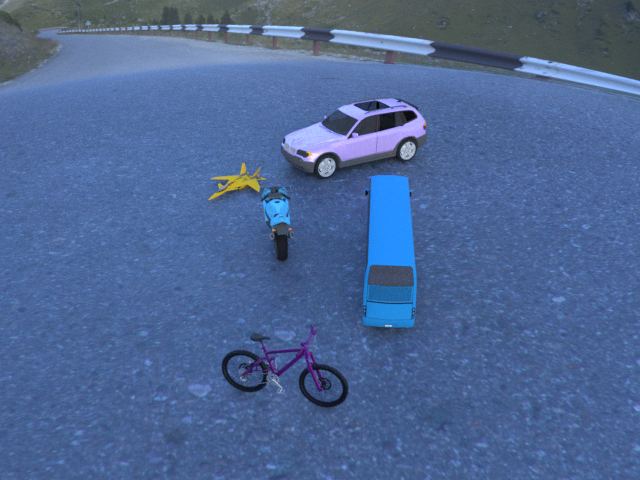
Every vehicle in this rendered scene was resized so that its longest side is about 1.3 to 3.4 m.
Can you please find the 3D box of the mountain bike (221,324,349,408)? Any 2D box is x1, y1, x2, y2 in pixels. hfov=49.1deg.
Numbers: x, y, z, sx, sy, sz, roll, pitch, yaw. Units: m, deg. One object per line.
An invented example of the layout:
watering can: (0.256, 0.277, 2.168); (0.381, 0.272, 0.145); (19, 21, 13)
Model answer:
mountain bike: (-0.401, 1.393, 7.651); (1.469, 0.868, 0.573); (8, 29, 14)

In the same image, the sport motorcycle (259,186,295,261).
sport motorcycle: (-0.657, -0.304, 10.935); (0.506, 0.821, 1.520); (-4, 28, -8)

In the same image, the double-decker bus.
double-decker bus: (0.990, 0.017, 10.075); (0.756, 1.052, 3.251); (2, 28, 4)

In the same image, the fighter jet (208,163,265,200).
fighter jet: (-1.631, -1.056, 12.943); (1.147, 0.286, 1.358); (16, 32, 28)

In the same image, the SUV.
SUV: (0.713, -2.131, 14.087); (3.058, 1.128, 1.276); (-14, 31, -25)
